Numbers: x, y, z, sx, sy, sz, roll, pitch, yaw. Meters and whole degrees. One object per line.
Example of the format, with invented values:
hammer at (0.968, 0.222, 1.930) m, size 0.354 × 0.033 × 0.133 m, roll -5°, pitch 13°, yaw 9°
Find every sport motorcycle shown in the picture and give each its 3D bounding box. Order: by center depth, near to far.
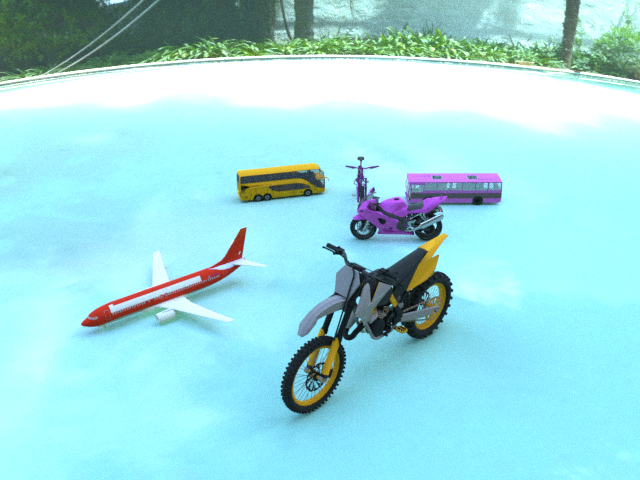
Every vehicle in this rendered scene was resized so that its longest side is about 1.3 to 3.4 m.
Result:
sport motorcycle at (1.242, -0.375, 11.199) m, size 1.520 × 0.821 × 0.506 m, roll 0°, pitch 28°, yaw 1°

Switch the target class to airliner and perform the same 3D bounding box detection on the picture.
airliner at (-2.029, 0.524, 9.502) m, size 2.541 × 0.835 × 2.257 m, roll -19°, pitch 34°, yaw -31°

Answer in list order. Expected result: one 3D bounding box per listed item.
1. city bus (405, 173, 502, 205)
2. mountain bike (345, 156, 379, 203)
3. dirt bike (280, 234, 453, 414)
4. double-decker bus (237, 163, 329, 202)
city bus at (2.392, -0.916, 12.595) m, size 1.674 × 0.460 × 0.476 m, roll 0°, pitch 28°, yaw 0°
mountain bike at (0.721, -1.003, 12.326) m, size 0.573 × 0.868 × 1.469 m, roll 0°, pitch 28°, yaw 0°
dirt bike at (0.659, 0.822, 8.062) m, size 2.903 × 1.666 × 1.024 m, roll -25°, pitch 37°, yaw -38°
double-decker bus at (-0.682, -1.060, 12.780) m, size 1.672 × 0.541 × 0.389 m, roll -7°, pitch 29°, yaw -13°
